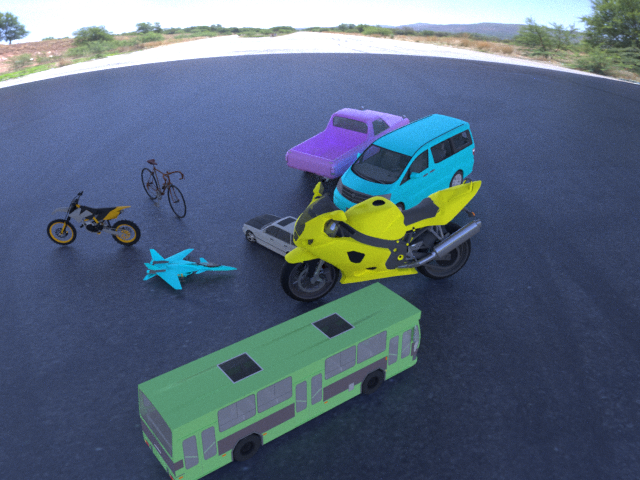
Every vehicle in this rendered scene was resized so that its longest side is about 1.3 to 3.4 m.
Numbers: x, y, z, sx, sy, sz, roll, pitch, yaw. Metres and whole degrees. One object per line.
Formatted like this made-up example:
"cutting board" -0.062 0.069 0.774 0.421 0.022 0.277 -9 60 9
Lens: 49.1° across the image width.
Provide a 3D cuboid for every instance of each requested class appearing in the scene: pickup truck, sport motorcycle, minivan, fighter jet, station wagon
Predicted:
"pickup truck" 0.639 -2.020 13.978 1.244 0.993 3.117 18 34 29
"sport motorcycle" 0.860 -0.002 9.823 2.955 1.596 0.983 -9 31 -15
"minivan" 1.538 -1.285 12.480 1.324 1.197 3.011 25 38 36
"fighter jet" -1.925 0.362 10.508 1.358 0.286 1.147 0 30 0
"station wagon" -0.548 -0.098 11.127 1.597 0.473 0.682 25 38 37

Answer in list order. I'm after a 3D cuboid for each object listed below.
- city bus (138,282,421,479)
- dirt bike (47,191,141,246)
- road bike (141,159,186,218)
"city bus" -0.331 1.531 7.840 3.255 0.894 0.926 -20 35 -31
"dirt bike" -3.607 -0.283 11.063 1.493 0.857 0.527 0 30 0
"road bike" -2.760 -0.946 12.234 0.358 0.852 1.545 -23 37 -34
